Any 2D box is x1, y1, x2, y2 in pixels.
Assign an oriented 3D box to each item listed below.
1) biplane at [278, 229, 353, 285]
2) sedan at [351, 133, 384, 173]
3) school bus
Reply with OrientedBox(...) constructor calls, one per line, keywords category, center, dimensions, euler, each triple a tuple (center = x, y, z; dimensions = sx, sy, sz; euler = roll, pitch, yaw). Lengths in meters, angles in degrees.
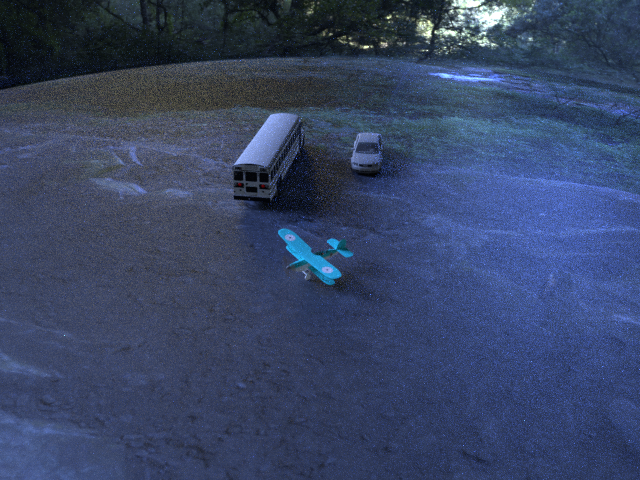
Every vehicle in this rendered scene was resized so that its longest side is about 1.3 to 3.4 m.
OrientedBox(category="biplane", center=(-0.032, 0.263, 10.145), dimensions=(1.090, 0.504, 1.336), euler=(-20, 34, -33))
OrientedBox(category="sedan", center=(0.960, -1.800, 13.989), dimensions=(0.635, 0.483, 1.613), euler=(3, 29, 6))
OrientedBox(category="school bus", center=(-0.891, -1.671, 13.370), dimensions=(0.709, 0.844, 3.322), euler=(5, 29, 9))
